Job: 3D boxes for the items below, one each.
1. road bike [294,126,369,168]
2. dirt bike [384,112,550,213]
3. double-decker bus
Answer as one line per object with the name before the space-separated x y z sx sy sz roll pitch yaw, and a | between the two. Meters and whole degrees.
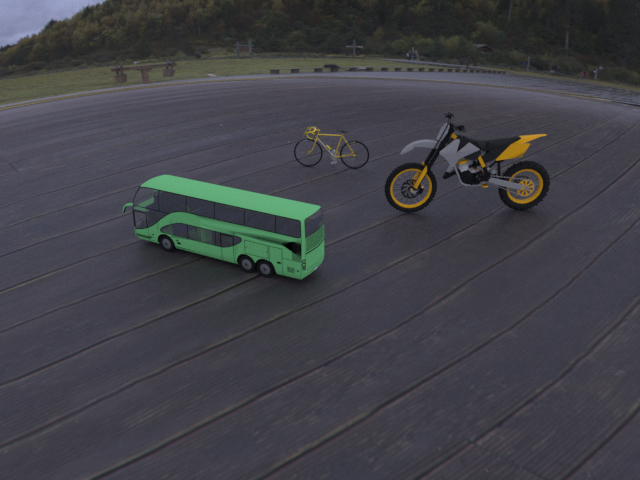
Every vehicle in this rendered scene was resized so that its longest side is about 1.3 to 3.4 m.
road bike | 0.230 -1.868 14.178 1.545 0.852 0.358 4 26 7
dirt bike | 2.557 -1.251 11.946 2.903 1.666 1.024 -2 26 -4
double-decker bus | -1.478 -0.245 10.555 3.251 1.052 0.756 13 28 25
